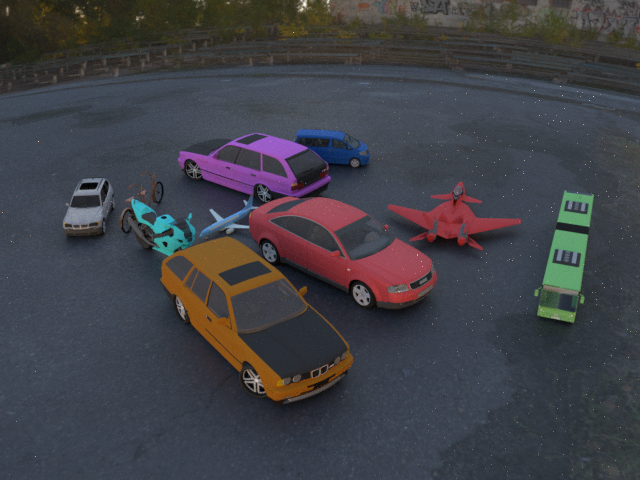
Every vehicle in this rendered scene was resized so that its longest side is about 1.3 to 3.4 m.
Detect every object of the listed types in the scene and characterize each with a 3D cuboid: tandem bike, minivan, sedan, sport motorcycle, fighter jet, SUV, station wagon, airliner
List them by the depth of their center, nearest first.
[{"bbox_3d":[-0.878,0.823,8.722,1.327,0.920,3.105,-18,33,-31],"label":"station wagon"},{"bbox_3d":[0.272,0.029,10.232,3.137,0.940,1.235,23,35,37],"label":"sedan"},{"bbox_3d":[-2.346,-0.075,10.562,1.520,0.821,0.506,23,35,37],"label":"sport motorcycle"},{"bbox_3d":[-1.524,-0.394,11.602,1.161,0.429,1.307,20,33,33],"label":"airliner"},{"bbox_3d":[-3.890,-0.584,11.803,0.656,0.580,1.572,-3,28,-5],"label":"SUV"},{"bbox_3d":[-3.028,-0.694,11.905,0.283,0.682,1.642,6,28,11],"label":"tandem bike"},{"bbox_3d":[2.311,-0.659,11.974,2.229,0.557,2.640,7,28,14],"label":"fighter jet"},{"bbox_3d":[-1.316,-1.489,13.179,3.105,0.920,1.327,19,33,33],"label":"station wagon"},{"bbox_3d":[0.246,-1.886,14.275,1.548,0.616,0.681,4,28,7],"label":"minivan"}]

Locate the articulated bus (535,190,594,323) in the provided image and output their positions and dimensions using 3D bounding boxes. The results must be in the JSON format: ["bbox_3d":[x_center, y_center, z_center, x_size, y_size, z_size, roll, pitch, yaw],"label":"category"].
[{"bbox_3d":[3.708,0.129,10.451,0.605,0.561,3.401,11,29,19],"label":"articulated bus"}]
